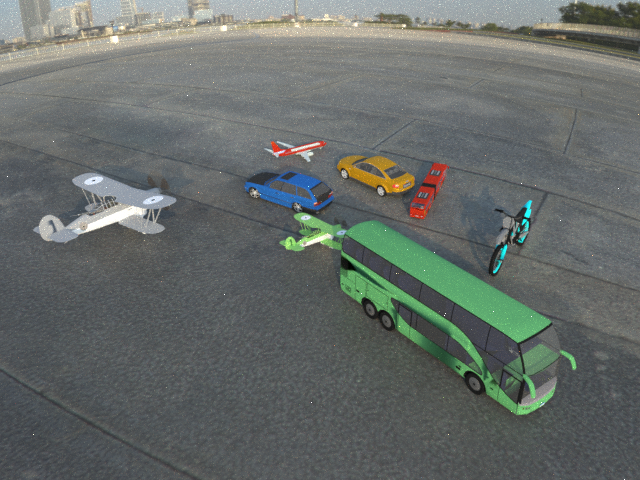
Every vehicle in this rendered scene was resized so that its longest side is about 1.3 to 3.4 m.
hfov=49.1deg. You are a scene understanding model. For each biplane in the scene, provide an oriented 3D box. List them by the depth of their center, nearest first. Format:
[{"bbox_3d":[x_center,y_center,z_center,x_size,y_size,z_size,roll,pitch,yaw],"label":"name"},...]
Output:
[{"bbox_3d":[-0.085,-0.055,10.561,1.090,0.504,1.336,-22,37,-32],"label":"biplane"},{"bbox_3d":[-3.279,-0.419,10.706,2.598,0.981,2.120,26,40,36],"label":"biplane"}]

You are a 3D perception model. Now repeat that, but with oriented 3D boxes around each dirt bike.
[{"bbox_3d":[2.828,-0.085,10.268,0.527,0.857,1.493,20,36,29],"label":"dirt bike"}]

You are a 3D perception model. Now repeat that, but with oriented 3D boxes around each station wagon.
[{"bbox_3d":[-0.557,-0.898,11.998,1.597,0.473,0.682,19,36,29],"label":"station wagon"}]

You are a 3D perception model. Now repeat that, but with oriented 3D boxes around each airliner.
[{"bbox_3d":[-0.408,-1.851,13.629,1.307,0.429,1.161,-20,36,-29],"label":"airliner"}]

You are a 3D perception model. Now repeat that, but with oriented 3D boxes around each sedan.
[{"bbox_3d":[0.977,-1.241,12.560,0.635,0.483,1.613,-25,39,-35],"label":"sedan"}]

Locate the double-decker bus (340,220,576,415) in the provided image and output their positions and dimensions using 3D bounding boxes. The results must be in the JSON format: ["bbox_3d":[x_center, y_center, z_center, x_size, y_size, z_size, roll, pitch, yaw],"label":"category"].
[{"bbox_3d":[1.489,0.861,8.503,0.756,1.052,3.251,-22,37,-32],"label":"double-decker bus"}]

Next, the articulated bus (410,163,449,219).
[{"bbox_3d":[1.897,-0.872,12.133,0.311,0.289,1.749,11,33,18],"label":"articulated bus"}]
